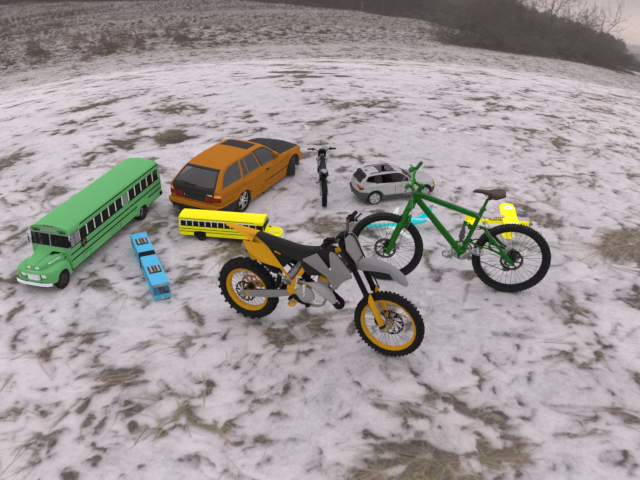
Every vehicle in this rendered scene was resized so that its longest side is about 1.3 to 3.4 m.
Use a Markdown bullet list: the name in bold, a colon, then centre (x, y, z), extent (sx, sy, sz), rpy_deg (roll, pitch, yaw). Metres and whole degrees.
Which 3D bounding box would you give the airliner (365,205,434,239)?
- **airliner**: centre (1.270, -0.377, 11.747), extent (1.307, 0.429, 1.161), rpy_deg (-2, 29, -4)

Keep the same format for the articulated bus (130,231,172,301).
- **articulated bus**: centre (-2.568, 0.359, 10.540), extent (0.311, 0.289, 1.749), rpy_deg (-12, 31, -21)

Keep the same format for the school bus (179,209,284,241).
- **school bus**: centre (-1.443, -0.219, 11.452), extent (1.708, 0.434, 0.365), rpy_deg (4, 29, 8)

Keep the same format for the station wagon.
- **station wagon**: centre (-1.475, -1.395, 13.107), extent (1.327, 0.920, 3.105), rpy_deg (14, 31, 24)

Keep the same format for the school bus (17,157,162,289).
- **school bus**: centre (-3.634, -0.348, 11.259), extent (0.709, 0.844, 3.322), rpy_deg (8, 30, 14)

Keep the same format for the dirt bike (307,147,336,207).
- **dirt bike**: centre (0.041, -1.238, 12.885), extent (0.527, 0.857, 1.493), rpy_deg (-1, 29, -3)

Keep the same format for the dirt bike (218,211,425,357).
- **dirt bike**: centre (-0.047, 0.506, 8.826), extent (2.903, 1.666, 1.024), rpy_deg (13, 31, 22)

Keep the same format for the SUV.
- **SUV**: centre (1.339, -1.094, 12.909), extent (1.572, 0.580, 0.656), rpy_deg (-8, 30, -14)

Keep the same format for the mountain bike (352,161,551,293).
- **mountain bike**: centre (1.826, -0.088, 9.897), extent (2.857, 1.688, 1.114), rpy_deg (5, 29, 10)

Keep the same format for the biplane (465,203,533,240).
- **biplane**: centre (2.937, -0.291, 11.512), extent (1.090, 0.504, 1.336), rpy_deg (5, 29, 8)
